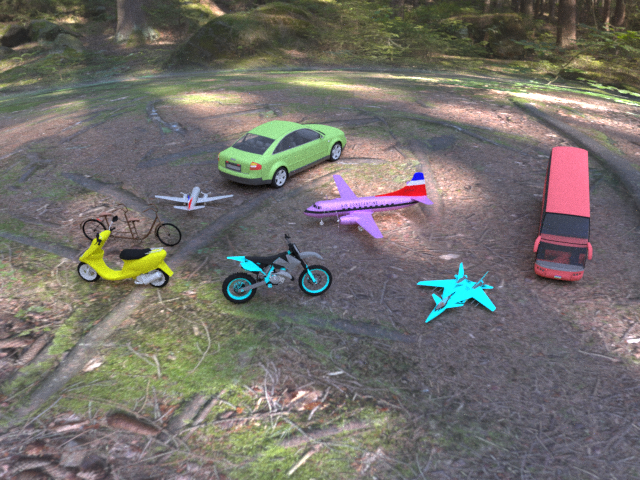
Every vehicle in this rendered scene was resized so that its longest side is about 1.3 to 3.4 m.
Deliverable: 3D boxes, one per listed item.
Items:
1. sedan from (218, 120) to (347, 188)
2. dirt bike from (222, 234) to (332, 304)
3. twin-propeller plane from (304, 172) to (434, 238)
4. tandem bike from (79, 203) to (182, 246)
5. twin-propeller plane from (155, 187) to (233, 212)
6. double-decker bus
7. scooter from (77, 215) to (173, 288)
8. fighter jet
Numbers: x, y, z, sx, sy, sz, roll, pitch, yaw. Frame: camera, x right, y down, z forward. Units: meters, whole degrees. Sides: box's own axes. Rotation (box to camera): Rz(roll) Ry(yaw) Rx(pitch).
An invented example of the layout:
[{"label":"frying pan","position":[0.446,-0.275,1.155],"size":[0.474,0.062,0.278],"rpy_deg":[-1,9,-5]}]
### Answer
[{"label":"sedan","position":[-0.662,-1.861,13.797],"size":[1.235,0.940,3.137],"rpy_deg":[19,32,33]},{"label":"dirt bike","position":[-0.567,0.418,9.316],"size":[1.493,0.857,0.527],"rpy_deg":[-5,27,-10]},{"label":"twin-propeller plane","position":[0.769,-0.678,11.588],"size":[2.129,0.792,2.663],"rpy_deg":[-6,27,-12]},{"label":"tandem bike","position":[-2.951,-0.242,10.836],"size":[1.642,0.682,0.283],"rpy_deg":[3,27,7]},{"label":"twin-propeller plane","position":[-2.206,-0.759,12.182],"size":[1.370,0.407,1.095],"rpy_deg":[-1,26,-1]},{"label":"double-decker bus","position":[3.792,-0.469,10.878],"size":[0.756,1.052,3.251],"rpy_deg":[8,28,16]},{"label":"scooter","position":[-2.729,0.215,9.655],"size":[1.399,0.919,0.662],"rpy_deg":[4,27,8]},{"label":"fighter jet","position":[1.758,0.728,9.334],"size":[1.147,0.286,1.358],"rpy_deg":[19,32,33]}]
